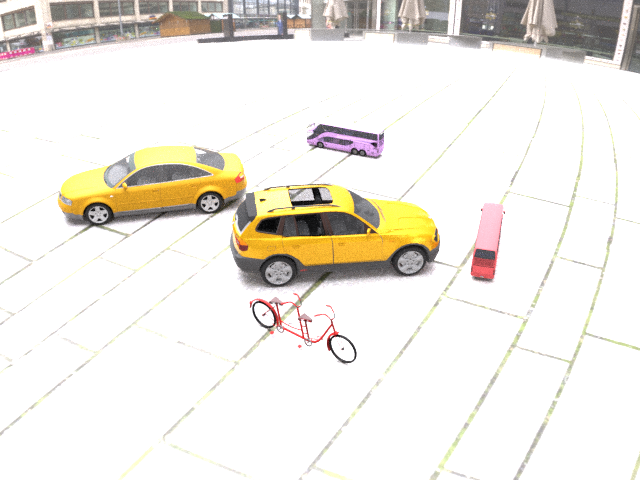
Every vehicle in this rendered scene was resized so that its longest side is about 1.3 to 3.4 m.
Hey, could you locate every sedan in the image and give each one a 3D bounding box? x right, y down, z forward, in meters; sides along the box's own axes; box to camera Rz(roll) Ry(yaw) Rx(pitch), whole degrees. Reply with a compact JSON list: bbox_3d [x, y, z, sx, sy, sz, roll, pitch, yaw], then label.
[{"bbox_3d":[-2.807,-1.022,11.790,3.137,0.940,1.235,-7,31,-12],"label":"sedan"}]

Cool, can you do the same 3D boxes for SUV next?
[{"bbox_3d":[0.218,-0.182,10.166,3.058,1.128,1.276,-4,31,-7],"label":"SUV"}]

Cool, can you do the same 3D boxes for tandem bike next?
[{"bbox_3d":[-0.235,0.999,8.588,1.642,0.682,0.283,20,36,30],"label":"tandem bike"}]

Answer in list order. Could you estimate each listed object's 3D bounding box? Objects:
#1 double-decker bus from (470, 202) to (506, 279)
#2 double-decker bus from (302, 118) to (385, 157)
[{"bbox_3d":[2.528,-0.039,10.503,0.389,0.541,1.672,9,31,14],"label":"double-decker bus"},{"bbox_3d":[0.470,-2.059,13.960,1.672,0.541,0.389,14,33,23],"label":"double-decker bus"}]
